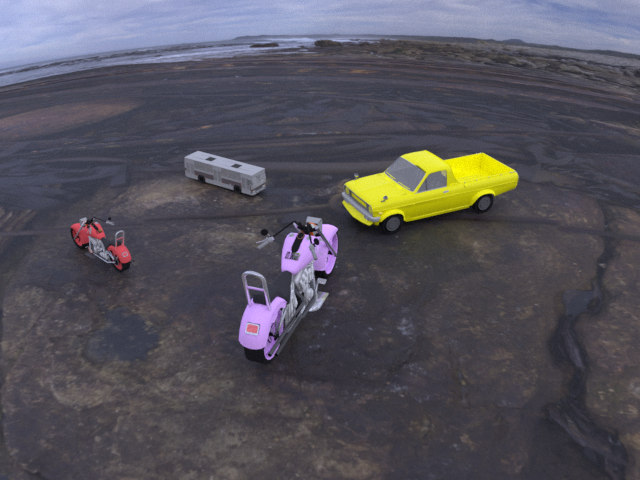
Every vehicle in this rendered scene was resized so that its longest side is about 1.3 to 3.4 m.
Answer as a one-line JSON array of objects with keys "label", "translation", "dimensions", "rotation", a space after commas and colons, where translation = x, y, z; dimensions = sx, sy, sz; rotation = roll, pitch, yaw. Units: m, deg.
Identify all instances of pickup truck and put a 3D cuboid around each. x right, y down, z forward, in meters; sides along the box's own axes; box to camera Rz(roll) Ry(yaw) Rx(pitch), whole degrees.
[{"label": "pickup truck", "translation": [1.965, -1.003, 12.387], "dimensions": [3.117, 0.993, 1.244], "rotation": [-13, 32, -22]}]

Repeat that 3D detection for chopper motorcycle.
[{"label": "chopper motorcycle", "translation": [-0.313, 0.384, 9.380], "dimensions": [0.906, 1.480, 3.040], "rotation": [10, 30, 17]}, {"label": "chopper motorcycle", "translation": [-3.445, -0.031, 10.870], "dimensions": [1.563, 0.761, 0.466], "rotation": [24, 37, 37]}]

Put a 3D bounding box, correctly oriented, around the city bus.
[{"label": "city bus", "translation": [-1.829, -1.271, 13.421], "dimensions": [1.674, 0.460, 0.476], "rotation": [17, 33, 28]}]
